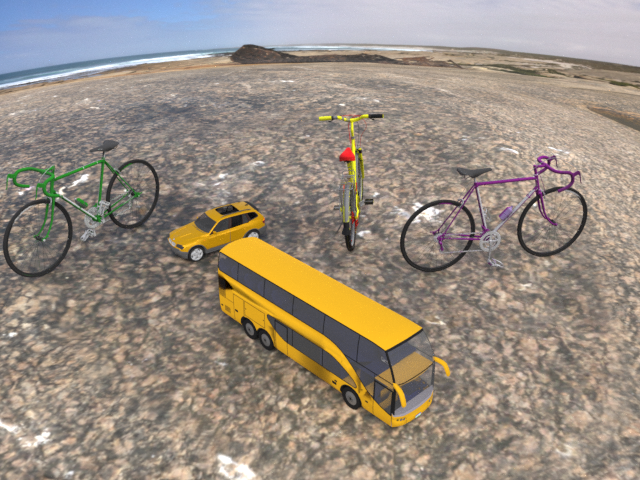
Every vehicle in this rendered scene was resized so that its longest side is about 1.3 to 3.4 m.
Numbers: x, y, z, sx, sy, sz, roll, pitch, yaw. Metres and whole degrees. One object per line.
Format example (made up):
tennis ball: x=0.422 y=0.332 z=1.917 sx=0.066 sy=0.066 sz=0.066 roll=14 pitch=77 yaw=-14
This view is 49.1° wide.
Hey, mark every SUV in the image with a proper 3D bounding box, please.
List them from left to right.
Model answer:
SUV: x=-1.606 y=-0.179 z=10.954 sx=1.572 sy=0.580 sz=0.656 roll=-17 pitch=32 yaw=-30

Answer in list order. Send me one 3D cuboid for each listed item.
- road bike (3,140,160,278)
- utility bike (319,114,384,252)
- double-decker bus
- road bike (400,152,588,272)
road bike: x=-3.528 y=-0.603 z=10.605 sx=0.696 sy=1.656 sz=3.004 roll=16 pitch=32 yaw=28
utility bike: x=0.451 y=-1.056 z=11.272 sx=1.039 sy=1.839 sz=2.791 roll=3 pitch=28 yaw=6
double-decker bus: x=-0.008 y=0.996 z=8.205 sx=0.756 sy=1.052 sz=3.251 roll=-23 pitch=36 yaw=-37
road bike: x=2.593 y=-0.377 z=10.173 sx=3.004 sy=1.656 sz=0.696 roll=-7 pitch=28 yaw=-13
